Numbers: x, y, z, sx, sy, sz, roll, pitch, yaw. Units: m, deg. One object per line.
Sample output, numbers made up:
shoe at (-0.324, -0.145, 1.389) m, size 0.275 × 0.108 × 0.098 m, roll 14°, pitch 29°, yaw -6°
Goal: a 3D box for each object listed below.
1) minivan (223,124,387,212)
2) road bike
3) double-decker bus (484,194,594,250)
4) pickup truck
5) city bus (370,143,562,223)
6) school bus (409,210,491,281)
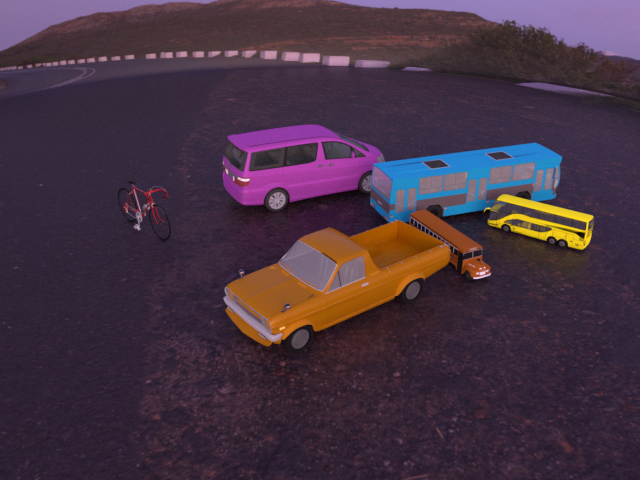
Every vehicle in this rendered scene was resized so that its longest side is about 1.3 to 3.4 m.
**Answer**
minivan at (-0.215, -1.415, 12.622) m, size 3.011 × 1.197 × 1.324 m, roll -12°, pitch 29°, yaw -23°
road bike at (-2.862, -0.544, 11.293) m, size 0.358 × 0.852 × 1.545 m, roll -24°, pitch 36°, yaw -39°
double-decker bus at (3.470, -0.308, 11.173) m, size 1.672 × 0.541 × 0.389 m, roll 18°, pitch 32°, yaw 32°
pickup truck at (0.290, 0.416, 9.255) m, size 3.117 × 0.993 × 1.244 m, roll -19°, pitch 33°, yaw -33°
city bus at (2.523, -0.962, 12.068) m, size 3.255 × 0.894 × 0.926 m, roll -9°, pitch 28°, yaw -17°
school bus at (1.944, 0.061, 10.566) m, size 0.365 × 0.434 × 1.708 m, roll -13°, pitch 30°, yaw -23°
